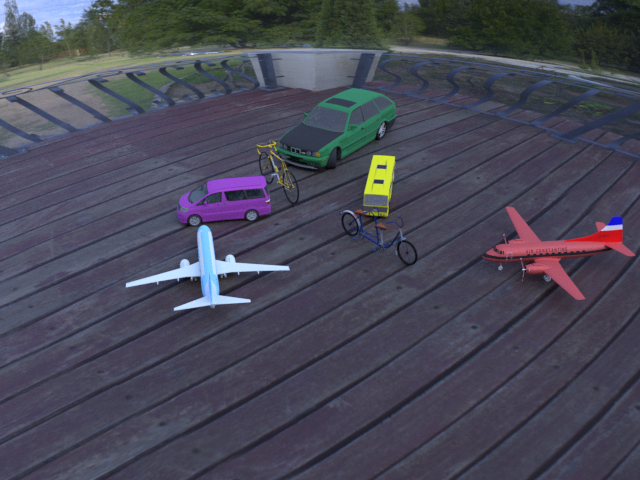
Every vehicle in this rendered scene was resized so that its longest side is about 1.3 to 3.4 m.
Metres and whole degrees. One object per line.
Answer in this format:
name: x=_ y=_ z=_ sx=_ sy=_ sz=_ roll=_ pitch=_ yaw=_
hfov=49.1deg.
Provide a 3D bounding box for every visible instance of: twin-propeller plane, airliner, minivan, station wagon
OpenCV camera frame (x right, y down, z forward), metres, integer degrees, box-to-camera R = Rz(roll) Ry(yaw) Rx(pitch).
twin-propeller plane: x=3.418 y=0.057 z=10.228 sx=2.129 sy=0.792 sz=2.663 roll=-3 pitch=30 yaw=-6
airliner: x=-1.603 y=0.210 z=9.919 sx=2.257 sy=0.835 sz=2.541 roll=-6 pitch=30 yaw=-10
minivan: x=-1.611 y=-0.672 z=11.676 sx=1.548 sy=0.616 sz=0.681 roll=-6 pitch=30 yaw=-10
station wagon: x=0.381 y=-2.363 z=14.316 sx=1.327 sy=0.920 sz=3.105 roll=19 pitch=35 yaw=29

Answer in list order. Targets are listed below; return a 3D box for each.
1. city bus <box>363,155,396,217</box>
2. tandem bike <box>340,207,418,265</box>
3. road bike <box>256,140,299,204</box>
city bus: x=1.054 y=-0.953 z=12.321 sx=0.476 sy=0.460 sz=1.674 roll=5 pitch=30 yaw=8
tandem bike: x=0.876 y=-0.160 z=10.717 sx=0.283 sy=0.682 sz=1.642 roll=-24 pitch=38 yaw=-36
road bike: x=-0.745 y=-1.228 z=12.407 sx=0.358 sy=0.852 sz=1.545 roll=-16 pitch=33 yaw=-26
